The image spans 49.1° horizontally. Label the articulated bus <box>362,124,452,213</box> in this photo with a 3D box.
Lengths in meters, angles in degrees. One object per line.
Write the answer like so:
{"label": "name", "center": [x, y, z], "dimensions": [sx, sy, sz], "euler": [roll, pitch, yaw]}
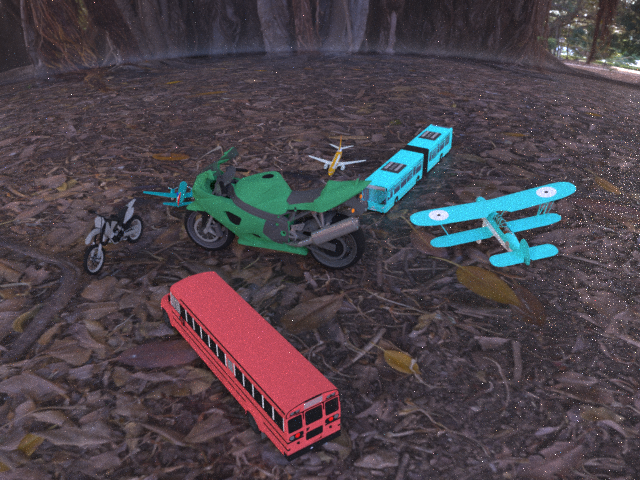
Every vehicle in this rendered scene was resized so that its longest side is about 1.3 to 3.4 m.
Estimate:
{"label": "articulated bus", "center": [1.717, -1.433, 13.344], "dimensions": [0.605, 0.561, 3.401], "euler": [15, 33, 25]}

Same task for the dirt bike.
{"label": "dirt bike", "center": [-3.155, -0.106, 10.698], "dimensions": [0.527, 0.857, 1.493], "euler": [11, 31, 18]}

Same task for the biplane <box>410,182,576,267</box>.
{"label": "biplane", "center": [2.723, -0.169, 10.682], "dimensions": [2.598, 0.981, 2.120], "euler": [-4, 30, -8]}

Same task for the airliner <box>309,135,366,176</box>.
{"label": "airliner", "center": [0.314, -1.656, 13.873], "dimensions": [1.161, 0.429, 1.307], "euler": [6, 30, 10]}

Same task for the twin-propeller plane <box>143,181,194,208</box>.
{"label": "twin-propeller plane", "center": [-2.479, -0.861, 12.490], "dimensions": [1.370, 0.407, 1.095], "euler": [-2, 30, -4]}

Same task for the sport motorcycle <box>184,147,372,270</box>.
{"label": "sport motorcycle", "center": [-0.698, -0.407, 10.478], "dimensions": [2.955, 1.596, 0.983], "euler": [8, 30, 13]}

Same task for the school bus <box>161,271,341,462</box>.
{"label": "school bus", "center": [-0.986, 1.261, 8.292], "dimensions": [0.709, 0.844, 3.322], "euler": [-19, 34, -30]}
